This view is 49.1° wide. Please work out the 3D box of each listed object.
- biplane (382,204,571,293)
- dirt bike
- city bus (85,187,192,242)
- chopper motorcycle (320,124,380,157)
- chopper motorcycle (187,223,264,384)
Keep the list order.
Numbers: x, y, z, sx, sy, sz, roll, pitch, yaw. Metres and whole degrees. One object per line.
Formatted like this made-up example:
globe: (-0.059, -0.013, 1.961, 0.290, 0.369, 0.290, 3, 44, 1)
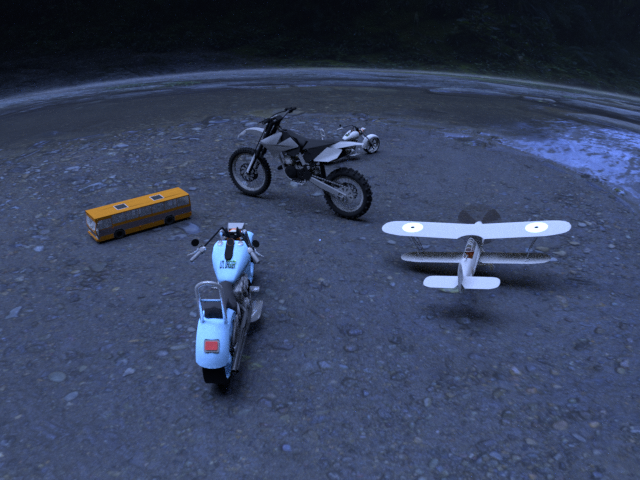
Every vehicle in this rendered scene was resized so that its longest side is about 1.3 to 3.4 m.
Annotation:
biplane: (2.055, 0.202, 9.763, 2.598, 0.981, 2.120, 9, 28, 17)
dirt bike: (-0.414, -1.340, 12.077, 2.903, 1.666, 1.024, 14, 30, 26)
city bus: (-2.975, -0.417, 11.581, 1.674, 0.460, 0.476, -19, 32, -33)
chopper motorcycle: (0.611, -2.051, 14.509, 1.563, 0.761, 0.466, -18, 32, -31)
chopper motorcycle: (-1.104, 0.473, 8.663, 0.906, 1.480, 3.040, 1, 27, 1)
